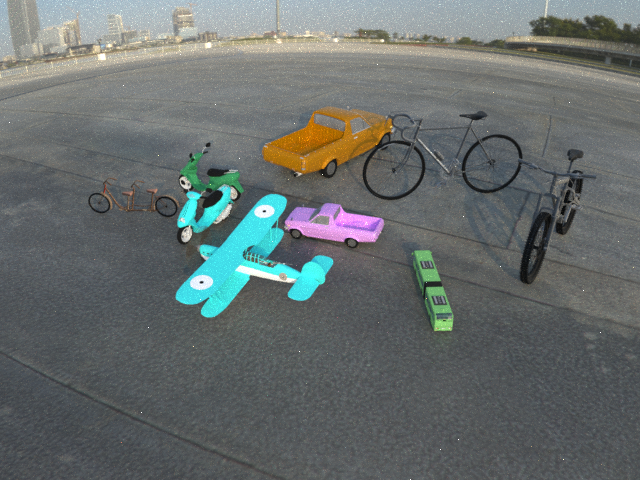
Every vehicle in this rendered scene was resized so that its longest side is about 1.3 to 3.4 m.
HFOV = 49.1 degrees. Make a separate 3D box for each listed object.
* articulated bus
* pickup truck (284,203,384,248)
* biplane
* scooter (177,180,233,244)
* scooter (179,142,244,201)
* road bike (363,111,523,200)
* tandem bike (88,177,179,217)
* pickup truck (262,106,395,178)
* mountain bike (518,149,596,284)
[{"bbox_3d":[1.601,0.687,10.029,0.311,0.289,1.749,-1,29,-2],"label":"articulated bus"},{"bbox_3d":[0.230,-0.286,11.527,1.603,0.511,0.640,9,31,16],"label":"pickup truck"},{"bbox_3d":[-0.903,0.372,9.884,2.120,0.981,2.598,13,32,22],"label":"biplane"},{"bbox_3d":[-1.911,-0.567,11.609,0.662,0.919,1.399,17,34,28],"label":"scooter"},{"bbox_3d":[-2.022,-1.223,12.771,1.399,0.919,0.662,13,32,22],"label":"scooter"},{"bbox_3d":[2.242,-1.529,12.563,3.004,1.656,0.697,-5,30,-8],"label":"road bike"},{"bbox_3d":[-3.251,-0.731,12.141,1.642,0.682,0.283,3,30,6],"label":"tandem bike"},{"bbox_3d":[0.245,-2.114,14.273,1.244,0.993,3.117,22,36,33],"label":"pickup truck"},{"bbox_3d":[3.630,-0.512,10.730,1.114,1.688,2.857,17,34,28],"label":"mountain bike"}]
